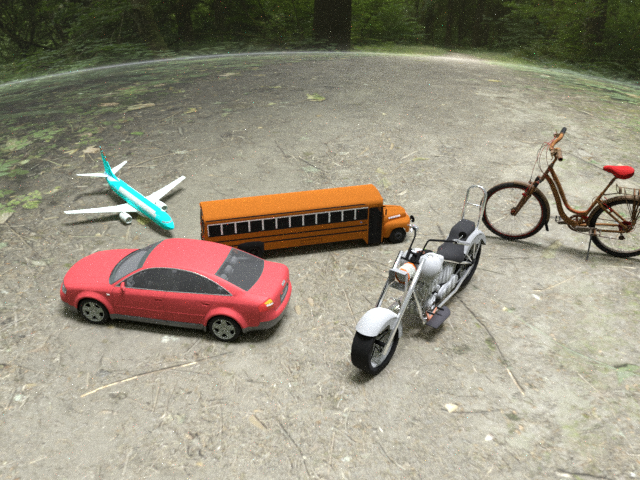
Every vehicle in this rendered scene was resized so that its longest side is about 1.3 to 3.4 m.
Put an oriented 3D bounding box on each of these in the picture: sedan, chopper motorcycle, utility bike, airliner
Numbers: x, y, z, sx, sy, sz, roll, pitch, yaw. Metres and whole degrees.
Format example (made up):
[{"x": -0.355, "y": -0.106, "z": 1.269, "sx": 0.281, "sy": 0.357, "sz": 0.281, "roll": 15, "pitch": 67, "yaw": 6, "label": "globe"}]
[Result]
[{"x": -1.945, "y": 0.528, "z": 9.311, "sx": 3.137, "sy": 0.940, "sz": 1.235, "roll": 6, "pitch": 30, "yaw": 10, "label": "sedan"}, {"x": 1.343, "y": 0.433, "z": 8.925, "sx": 0.906, "sy": 1.480, "sz": 3.040, "roll": 20, "pitch": 35, "yaw": 31, "label": "chopper motorcycle"}, {"x": 3.813, "y": -0.602, "z": 10.418, "sx": 2.791, "sy": 1.839, "sz": 1.039, "roll": 10, "pitch": 30, "yaw": 17, "label": "utility bike"}, {"x": -3.164, "y": -0.862, "z": 11.916, "sx": 2.257, "sy": 0.835, "sz": 2.541, "roll": -22, "pitch": 36, "yaw": -34, "label": "airliner"}]

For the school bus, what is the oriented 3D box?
[{"x": -0.179, "y": -0.302, "z": 10.900, "sx": 3.322, "sy": 0.844, "sz": 0.709, "roll": -7, "pitch": 30, "yaw": -12, "label": "school bus"}]
